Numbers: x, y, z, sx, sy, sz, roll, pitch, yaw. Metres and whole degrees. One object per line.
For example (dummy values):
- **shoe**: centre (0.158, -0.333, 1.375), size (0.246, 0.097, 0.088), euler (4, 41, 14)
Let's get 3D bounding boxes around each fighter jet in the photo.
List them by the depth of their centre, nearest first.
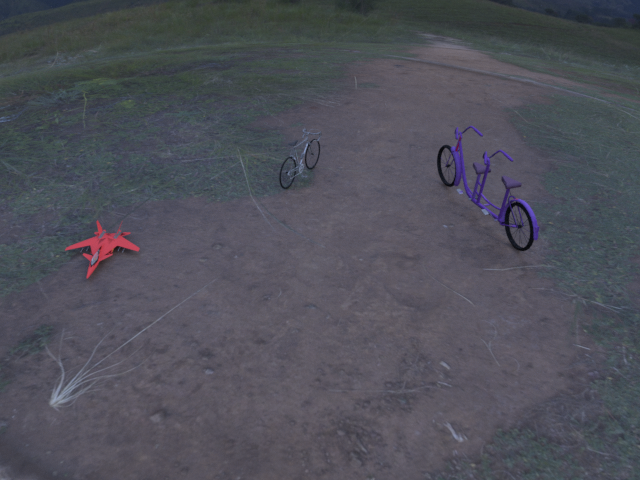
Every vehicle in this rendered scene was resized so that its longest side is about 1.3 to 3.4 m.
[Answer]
- **fighter jet**: centre (-3.382, 0.138, 10.746), size (1.147, 0.286, 1.358), euler (1, 31, 1)

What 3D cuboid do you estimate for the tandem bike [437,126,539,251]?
- **tandem bike**: centre (2.717, -0.994, 11.633), size (0.550, 1.326, 3.192), euler (-10, 32, -16)

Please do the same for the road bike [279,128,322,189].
- **road bike**: centre (-0.361, -1.543, 13.021), size (0.358, 0.852, 1.545), euler (15, 34, 24)
